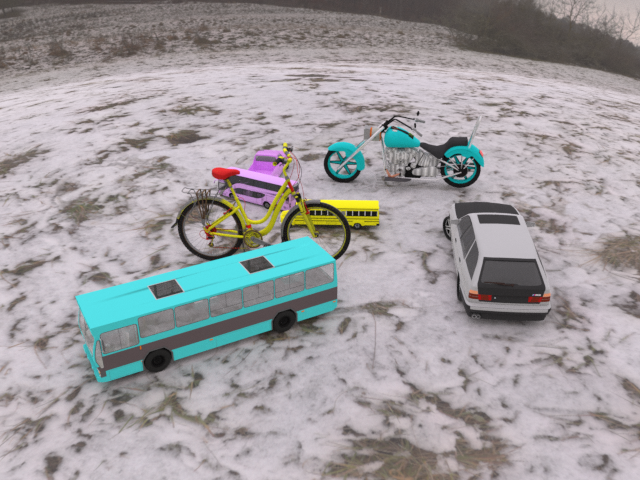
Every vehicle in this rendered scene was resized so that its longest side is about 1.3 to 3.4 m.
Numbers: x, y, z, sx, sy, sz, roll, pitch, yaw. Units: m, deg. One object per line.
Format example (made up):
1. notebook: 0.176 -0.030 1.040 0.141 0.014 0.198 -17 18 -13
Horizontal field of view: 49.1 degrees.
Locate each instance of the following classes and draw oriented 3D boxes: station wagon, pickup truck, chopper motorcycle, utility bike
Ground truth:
1. station wagon: 2.616 0.063 10.507 1.327 0.920 3.105 2 28 4
2. pickup truck: -1.050 -1.457 13.798 0.640 0.511 1.603 5 28 10
3. chopper motorcycle: 1.585 -1.730 13.279 3.040 1.480 0.906 5 28 9
4. utility bike: -0.910 -0.528 10.639 2.791 1.839 1.039 3 28 5

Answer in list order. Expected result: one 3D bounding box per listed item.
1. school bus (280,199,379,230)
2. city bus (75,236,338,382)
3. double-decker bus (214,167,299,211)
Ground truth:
1. school bus: 0.161 -0.450 11.987 1.708 0.434 0.365 1 28 2
2. city bus: -1.369 0.856 9.043 3.255 0.894 0.926 -15 31 -26
3. double-decker bus: -1.157 -0.942 12.797 1.672 0.541 0.389 15 31 26
